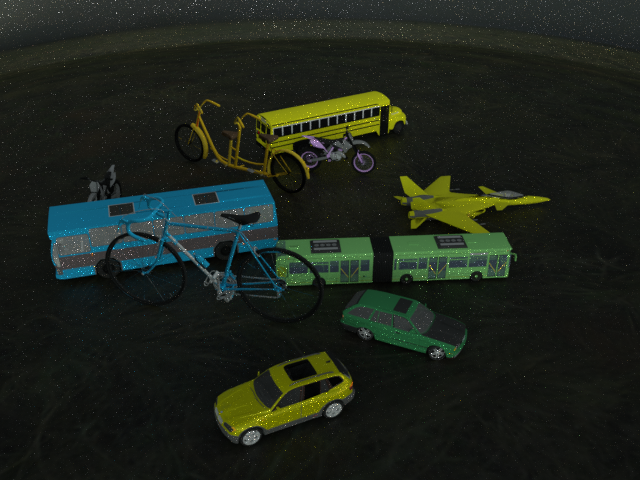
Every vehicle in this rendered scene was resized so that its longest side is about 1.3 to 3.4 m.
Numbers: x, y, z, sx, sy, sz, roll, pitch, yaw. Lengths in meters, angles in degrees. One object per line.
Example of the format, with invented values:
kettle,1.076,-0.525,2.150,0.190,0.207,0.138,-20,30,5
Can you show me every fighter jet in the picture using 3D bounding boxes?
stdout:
fighter jet,2.675,-0.739,11.827,2.640,0.557,2.229,-5,31,-8

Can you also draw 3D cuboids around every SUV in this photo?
SUV,-0.389,1.698,7.744,1.572,0.580,0.656,-13,33,-21

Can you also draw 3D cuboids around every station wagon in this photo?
station wagon,1.083,1.034,8.954,1.597,0.473,0.682,13,33,21

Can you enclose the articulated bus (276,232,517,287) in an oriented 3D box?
articulated bus,1.067,0.278,10.129,3.401,0.561,0.605,-2,31,-3

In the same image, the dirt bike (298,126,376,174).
dirt bike,0.312,-1.654,13.061,1.493,0.857,0.527,5,31,8

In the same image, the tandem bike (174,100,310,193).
tandem bike,-1.511,-1.747,12.760,3.192,1.326,0.550,19,36,29

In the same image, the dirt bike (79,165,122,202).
dirt bike,-3.547,-0.708,11.484,0.527,0.857,1.493,2,31,4

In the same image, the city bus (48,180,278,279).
city bus,-2.306,-0.149,10.516,3.255,0.894,0.926,-9,32,-14

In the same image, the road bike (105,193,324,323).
road bike,-1.421,0.284,9.055,3.004,1.656,0.696,6,32,10

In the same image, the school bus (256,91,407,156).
school bus,0.320,-2.419,14.347,3.322,0.844,0.709,-16,35,-25
